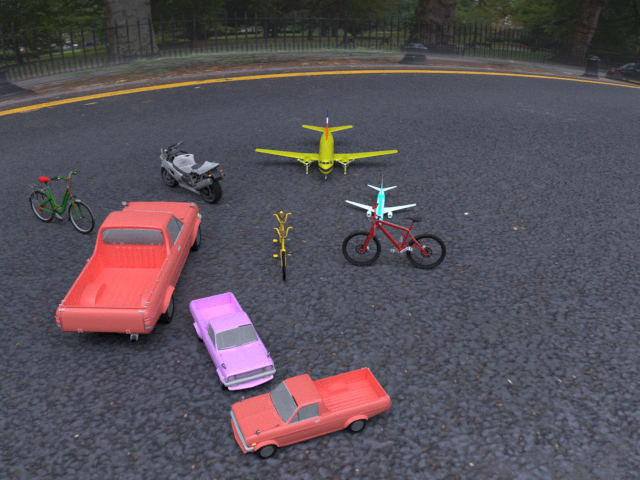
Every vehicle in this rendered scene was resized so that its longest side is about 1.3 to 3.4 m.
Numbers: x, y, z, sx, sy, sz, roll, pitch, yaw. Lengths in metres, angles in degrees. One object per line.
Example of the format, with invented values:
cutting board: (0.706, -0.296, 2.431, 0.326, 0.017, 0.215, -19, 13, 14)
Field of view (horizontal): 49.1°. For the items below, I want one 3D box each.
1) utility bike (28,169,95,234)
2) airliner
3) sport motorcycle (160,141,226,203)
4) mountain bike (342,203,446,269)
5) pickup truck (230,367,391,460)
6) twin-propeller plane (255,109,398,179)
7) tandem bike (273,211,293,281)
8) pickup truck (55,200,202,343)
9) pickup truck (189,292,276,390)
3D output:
utility bike: (-4.051, -0.650, 10.946, 1.435, 0.946, 0.535, 14, 32, 25)
airliner: (0.990, -0.633, 11.453, 1.161, 0.429, 1.307, 3, 29, 6)
sport motorcycle: (-2.229, -1.151, 11.995, 1.520, 0.821, 0.506, 21, 35, 34)
mountain bike: (1.043, 0.004, 9.825, 1.469, 0.868, 0.573, 3, 29, 5)
pickup truck: (-0.096, 1.681, 7.120, 1.603, 0.511, 0.640, -11, 30, -19)
twin-propeller plane: (0.125, -1.815, 13.245, 2.663, 0.792, 2.129, 1, 29, 1)
tandem bike: (-0.541, -0.053, 10.125, 0.283, 0.682, 1.642, -2, 29, -4)
pickup truck: (-2.425, 0.207, 9.321, 1.244, 0.993, 3.117, 1, 29, 2)
pickup truck: (-1.056, 1.104, 8.179, 0.640, 0.511, 1.603, -12, 31, -21)
